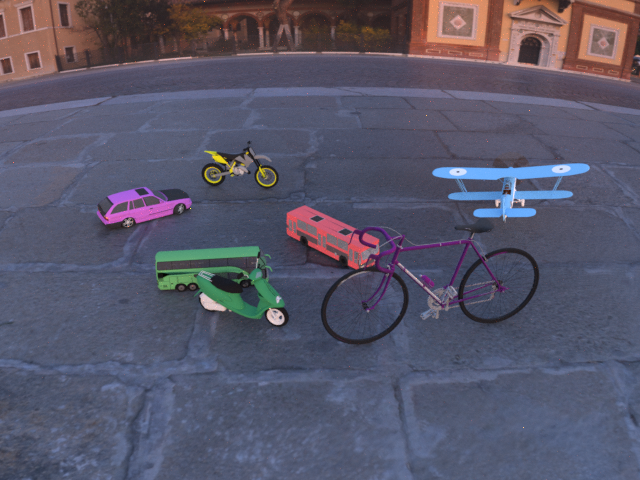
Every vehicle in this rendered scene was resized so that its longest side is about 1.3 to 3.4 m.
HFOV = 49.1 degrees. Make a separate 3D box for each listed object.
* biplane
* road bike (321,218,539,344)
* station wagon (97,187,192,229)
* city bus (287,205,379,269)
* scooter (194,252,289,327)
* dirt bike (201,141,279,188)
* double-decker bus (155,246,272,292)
[{"bbox_3d":[3.170,-0.816,11.996,2.598,0.981,2.120,8,30,15],"label":"biplane"},{"bbox_3d":[1.465,0.509,8.904,3.004,1.656,0.697,-7,30,-13],"label":"road bike"},{"bbox_3d":[-3.046,-0.641,12.203,1.597,0.473,0.682,-17,33,-28],"label":"station wagon"},{"bbox_3d":[0.178,-0.028,11.111,0.476,0.460,1.674,-26,38,-38],"label":"city bus"},{"bbox_3d":[-1.072,0.668,9.377,1.399,0.919,0.662,10,31,18],"label":"scooter"},{"bbox_3d":[-1.514,-1.387,13.157,1.493,0.857,0.527,3,29,6],"label":"dirt bike"},{"bbox_3d":[-1.543,0.413,10.229,1.672,0.541,0.389,-3,29,-6],"label":"double-decker bus"}]
